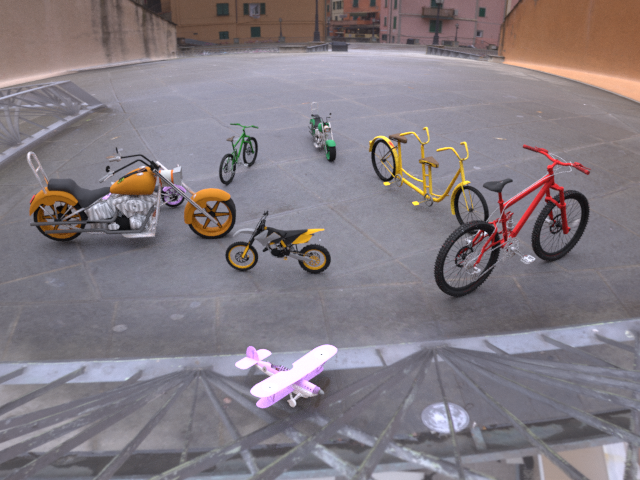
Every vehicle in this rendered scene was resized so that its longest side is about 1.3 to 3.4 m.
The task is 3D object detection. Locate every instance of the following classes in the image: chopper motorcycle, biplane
[{"bbox_3d":[-2.984,-0.792,11.448,1.563,0.761,0.466,-10,30,-17],"label":"chopper motorcycle"},{"bbox_3d":[-0.382,1.459,7.621,1.090,0.504,1.336,20,34,32],"label":"biplane"},{"bbox_3d":[0.056,-2.167,13.949,0.466,0.761,1.563,-7,30,-13],"label":"chopper motorcycle"},{"bbox_3d":[-2.804,-0.660,10.463,3.040,1.480,0.906,-3,29,-5],"label":"chopper motorcycle"}]

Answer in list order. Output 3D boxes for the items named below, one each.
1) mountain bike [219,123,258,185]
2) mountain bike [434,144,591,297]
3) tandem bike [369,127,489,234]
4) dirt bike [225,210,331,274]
[{"bbox_3d":[-1.482,-1.608,12.820,0.573,0.868,1.469,11,31,19],"label":"mountain bike"},{"bbox_3d":[2.703,-0.236,9.475,2.857,1.688,1.114,-17,33,-27],"label":"mountain bike"},{"bbox_3d":[1.727,-1.200,11.604,0.550,1.326,3.192,-16,32,-26],"label":"tandem bike"},{"bbox_3d":[-0.592,0.083,9.757,1.493,0.857,0.527,2,29,3],"label":"dirt bike"}]
